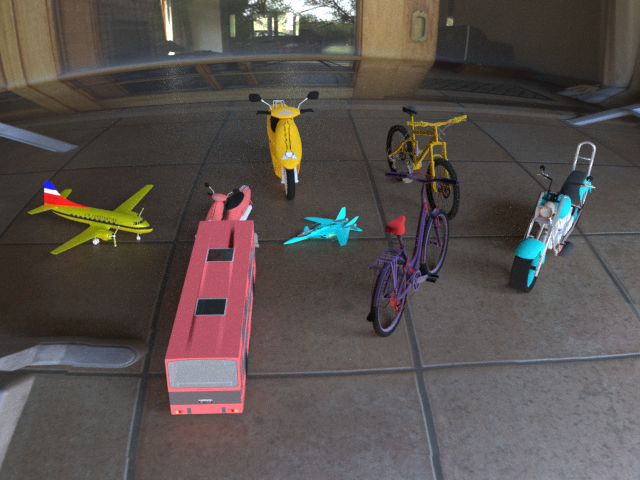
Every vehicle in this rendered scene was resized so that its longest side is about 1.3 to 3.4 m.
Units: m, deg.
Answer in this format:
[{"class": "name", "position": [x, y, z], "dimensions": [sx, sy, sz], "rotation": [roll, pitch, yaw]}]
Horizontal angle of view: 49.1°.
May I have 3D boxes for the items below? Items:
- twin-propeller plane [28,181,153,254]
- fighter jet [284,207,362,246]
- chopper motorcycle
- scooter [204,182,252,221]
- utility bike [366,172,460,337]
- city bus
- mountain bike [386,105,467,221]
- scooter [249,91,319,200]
[{"class": "twin-propeller plane", "position": [-3.703, -0.478, 11.590], "dimensions": [2.129, 0.792, 2.663], "rotation": [10, 30, 18]}, {"class": "fighter jet", "position": [-0.017, -0.187, 11.585], "dimensions": [1.358, 0.286, 1.147], "rotation": [-17, 33, -28]}, {"class": "chopper motorcycle", "position": [3.609, -0.407, 10.749], "dimensions": [0.906, 1.480, 3.040], "rotation": [18, 33, 29]}, {"class": "scooter", "position": [-1.513, -0.539, 11.570], "dimensions": [0.662, 0.919, 1.399], "rotation": [13, 31, 22]}, {"class": "utility bike", "position": [1.192, 0.053, 9.540], "dimensions": [1.039, 1.839, 2.791], "rotation": [15, 32, 25]}, {"class": "city bus", "position": [-1.306, 0.876, 9.025], "dimensions": [0.926, 0.894, 3.255], "rotation": [-1, 29, -2]}, {"class": "mountain bike", "position": [1.804, -1.525, 12.564], "dimensions": [1.114, 1.688, 2.857], "rotation": [-9, 30, -16]}, {"class": "scooter", "position": [-0.696, -2.047, 13.409], "dimensions": [1.288, 1.786, 2.721], "rotation": [-4, 29, -7]}]
